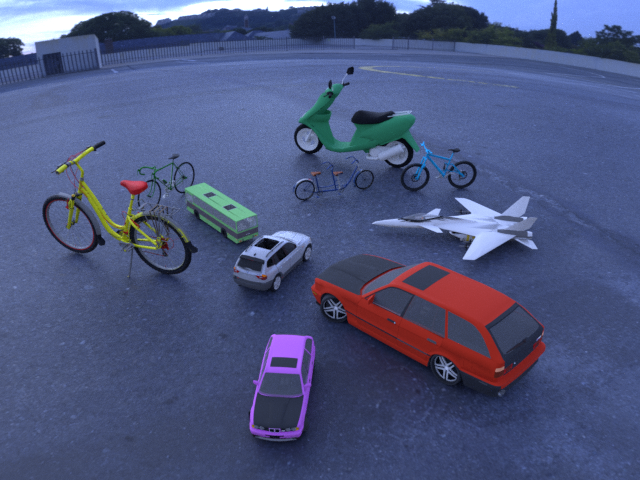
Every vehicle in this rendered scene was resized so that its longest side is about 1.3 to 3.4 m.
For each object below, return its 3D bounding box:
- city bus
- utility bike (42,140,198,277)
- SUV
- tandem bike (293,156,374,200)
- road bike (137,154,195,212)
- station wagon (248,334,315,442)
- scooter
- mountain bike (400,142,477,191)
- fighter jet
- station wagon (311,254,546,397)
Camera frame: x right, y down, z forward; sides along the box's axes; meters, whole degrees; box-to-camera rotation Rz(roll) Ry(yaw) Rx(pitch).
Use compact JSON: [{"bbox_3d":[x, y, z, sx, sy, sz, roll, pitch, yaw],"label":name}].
[{"bbox_3d":[-1.687,-0.456,11.845,0.476,0.460,1.674,-21,35,-34],"label":"city bus"},{"bbox_3d":[-3.089,-0.380,10.256,2.791,1.839,1.039,11,30,20],"label":"utility bike"},{"bbox_3d":[-0.687,0.216,10.476,0.656,0.580,1.572,13,31,23],"label":"SUV"},{"bbox_3d":[0.262,-1.139,12.875,1.642,0.682,0.283,-11,30,-20],"label":"tandem bike"},{"bbox_3d":[-2.754,-1.073,12.574,0.358,0.852,1.545,15,32,26],"label":"road bike"},{"bbox_3d":[-0.411,1.608,8.017,0.682,0.473,1.597,2,29,4],"label":"station wagon"},{"bbox_3d":[0.707,-2.439,14.115,2.721,1.786,1.288,11,30,20],"label":"scooter"},{"bbox_3d":[2.223,-1.336,13.043,1.469,0.868,0.573,-4,29,-7],"label":"mountain bike"},{"bbox_3d":[2.184,-0.360,11.565,2.640,0.557,2.229,3,29,6],"label":"fighter jet"},{"bbox_3d":[1.277,0.832,8.981,3.105,0.920,1.327,25,37,38],"label":"station wagon"}]
